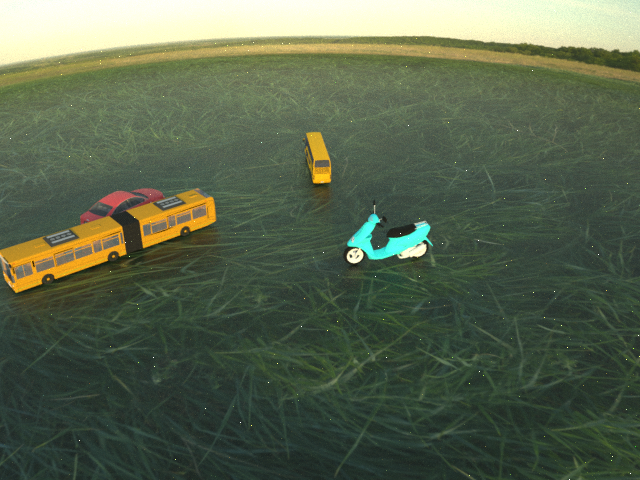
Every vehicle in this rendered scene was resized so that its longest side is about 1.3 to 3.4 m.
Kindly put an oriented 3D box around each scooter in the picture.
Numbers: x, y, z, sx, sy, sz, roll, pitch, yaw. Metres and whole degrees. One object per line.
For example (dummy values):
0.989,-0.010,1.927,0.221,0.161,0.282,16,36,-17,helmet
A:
1.039,-0.080,10.554,1.399,0.919,0.662,-6,30,-10,scooter

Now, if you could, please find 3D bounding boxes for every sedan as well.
-3.319,-0.572,11.883,0.635,0.483,1.613,17,34,28,sedan

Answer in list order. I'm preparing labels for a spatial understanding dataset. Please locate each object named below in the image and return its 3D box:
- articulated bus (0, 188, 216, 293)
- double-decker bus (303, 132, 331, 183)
-3.195,-0.059,10.884,3.401,0.561,0.605,-22,36,-34,articulated bus
-0.059,-1.647,13.749,0.389,0.541,1.672,-3,29,-6,double-decker bus
